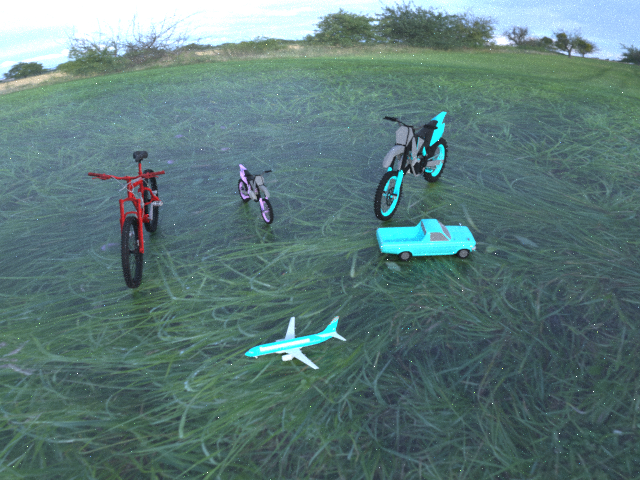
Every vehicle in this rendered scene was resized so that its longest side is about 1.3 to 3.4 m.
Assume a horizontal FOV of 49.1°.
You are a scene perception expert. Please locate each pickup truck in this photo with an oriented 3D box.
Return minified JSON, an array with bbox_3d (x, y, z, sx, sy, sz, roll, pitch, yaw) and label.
[{"bbox_3d":[1.737,-0.036,11.500,1.603,0.511,0.640,-2,29,-4],"label":"pickup truck"}]

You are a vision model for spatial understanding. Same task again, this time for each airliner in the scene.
[{"bbox_3d":[-0.350,1.287,9.205,1.307,0.429,1.161,-9,30,-15],"label":"airliner"}]

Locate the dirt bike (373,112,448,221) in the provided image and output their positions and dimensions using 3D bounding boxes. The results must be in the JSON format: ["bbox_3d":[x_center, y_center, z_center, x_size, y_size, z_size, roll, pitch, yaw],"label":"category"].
[{"bbox_3d":[1.763,-1.505,12.954,1.024,1.666,2.903,17,33,28],"label":"dirt bike"}]

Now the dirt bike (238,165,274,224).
[{"bbox_3d":[-1.175,-0.890,12.679,0.527,0.857,1.493,-15,32,-24],"label":"dirt bike"}]

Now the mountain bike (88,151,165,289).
[{"bbox_3d":[-2.875,-0.507,11.137,1.114,1.688,2.857,-2,29,-3],"label":"mountain bike"}]
